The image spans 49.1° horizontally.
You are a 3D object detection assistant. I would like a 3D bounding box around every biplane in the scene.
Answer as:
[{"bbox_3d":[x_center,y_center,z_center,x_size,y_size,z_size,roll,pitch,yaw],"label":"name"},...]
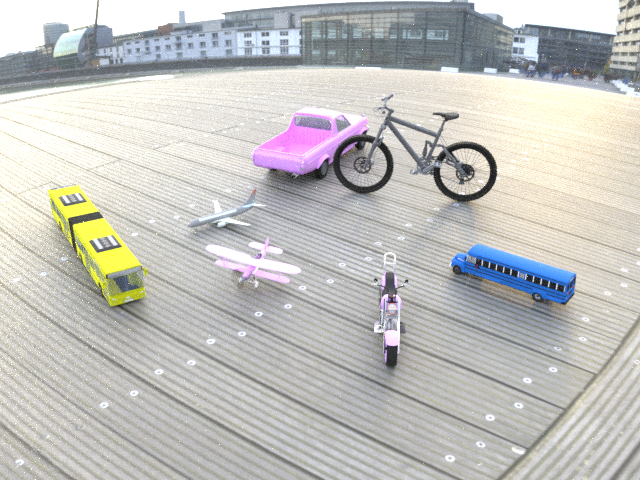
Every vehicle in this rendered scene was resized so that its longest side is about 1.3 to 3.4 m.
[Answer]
[{"bbox_3d":[-0.870,0.318,9.717,1.336,0.504,1.090,6,27,13],"label":"biplane"}]

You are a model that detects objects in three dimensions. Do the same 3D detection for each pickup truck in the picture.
[{"bbox_3d":[-0.104,-2.033,13.870,1.244,0.993,3.117,13,29,23],"label":"pickup truck"}]

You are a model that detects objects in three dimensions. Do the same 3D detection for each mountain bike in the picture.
[{"bbox_3d":[1.628,-1.525,12.079,2.857,1.688,1.114,6,27,11],"label":"mountain bike"}]

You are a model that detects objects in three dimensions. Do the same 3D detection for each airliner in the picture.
[{"bbox_3d":[-1.574,-0.497,11.431,1.307,0.429,1.161,-17,31,-30],"label":"airliner"}]

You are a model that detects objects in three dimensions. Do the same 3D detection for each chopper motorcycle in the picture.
[{"bbox_3d":[0.849,0.810,8.448,0.466,0.761,1.563,2,27,3],"label":"chopper motorcycle"}]

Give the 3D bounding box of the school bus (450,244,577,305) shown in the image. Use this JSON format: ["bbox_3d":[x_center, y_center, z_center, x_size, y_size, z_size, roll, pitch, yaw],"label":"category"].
[{"bbox_3d":[2.593,0.433,9.565,1.708,0.434,0.365,19,32,33],"label":"school bus"}]

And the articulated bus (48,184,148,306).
[{"bbox_3d":[-3.370,-0.027,10.344,0.605,0.561,3.401,-15,30,-28],"label":"articulated bus"}]
